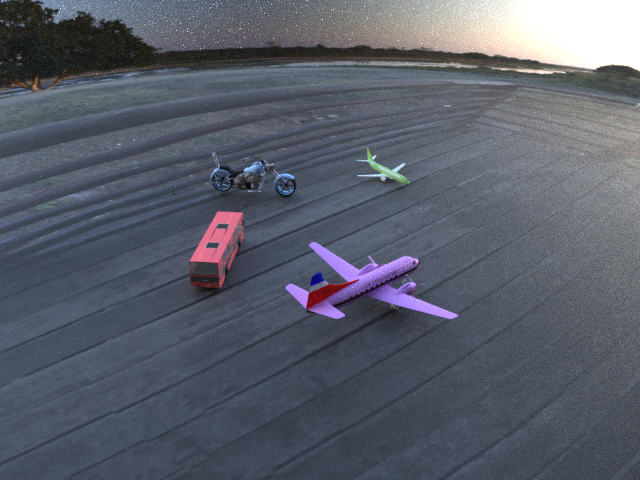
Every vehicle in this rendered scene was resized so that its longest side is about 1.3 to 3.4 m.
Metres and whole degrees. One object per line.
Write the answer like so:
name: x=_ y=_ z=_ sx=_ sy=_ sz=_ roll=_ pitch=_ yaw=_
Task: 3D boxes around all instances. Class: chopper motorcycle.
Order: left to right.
chopper motorcycle: x=-1.206 y=-1.182 z=12.596 sx=1.563 sy=0.761 sz=0.466 roll=3 pitch=27 yaw=6

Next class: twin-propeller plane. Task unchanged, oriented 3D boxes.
twin-propeller plane: x=0.620 y=0.499 z=9.226 sx=2.129 sy=0.792 sz=2.663 roll=-22 pitch=34 yaw=-37

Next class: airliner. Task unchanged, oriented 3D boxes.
airliner: x=1.278 y=-1.393 z=13.383 sx=1.161 sy=0.429 sz=1.307 roll=-17 pitch=31 yaw=-30

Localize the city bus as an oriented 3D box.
city bus: x=-1.489 y=0.136 z=10.315 sx=0.476 sy=0.460 sz=1.674 roll=3 pitch=27 yaw=5
